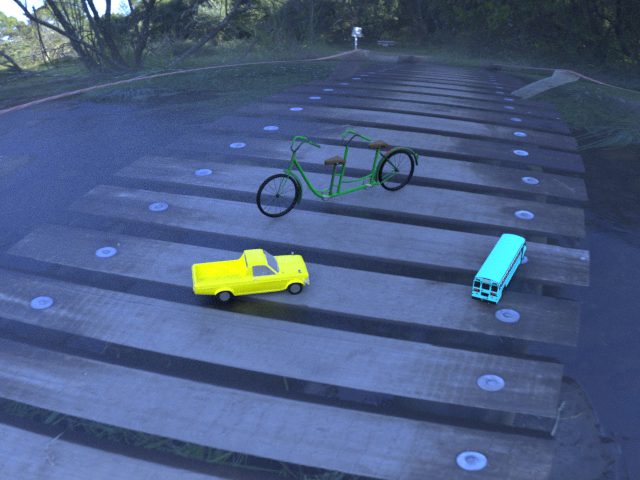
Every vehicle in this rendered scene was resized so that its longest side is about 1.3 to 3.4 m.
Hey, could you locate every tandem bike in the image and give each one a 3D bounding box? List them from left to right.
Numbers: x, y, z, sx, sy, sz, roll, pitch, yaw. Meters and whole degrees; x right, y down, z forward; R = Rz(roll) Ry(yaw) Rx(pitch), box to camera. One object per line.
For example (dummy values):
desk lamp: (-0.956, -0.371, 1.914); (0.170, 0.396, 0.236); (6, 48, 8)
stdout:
tandem bike: (0.372, -1.230, 11.897); (3.192, 1.326, 0.550); (-14, 31, -25)

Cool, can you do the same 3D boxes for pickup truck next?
pickup truck: (-0.955, 0.444, 9.586); (1.603, 0.511, 0.640); (-6, 28, -11)

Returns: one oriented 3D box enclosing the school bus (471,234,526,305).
school bus: (2.559, 0.349, 9.850); (0.365, 0.434, 1.708); (14, 31, 24)
